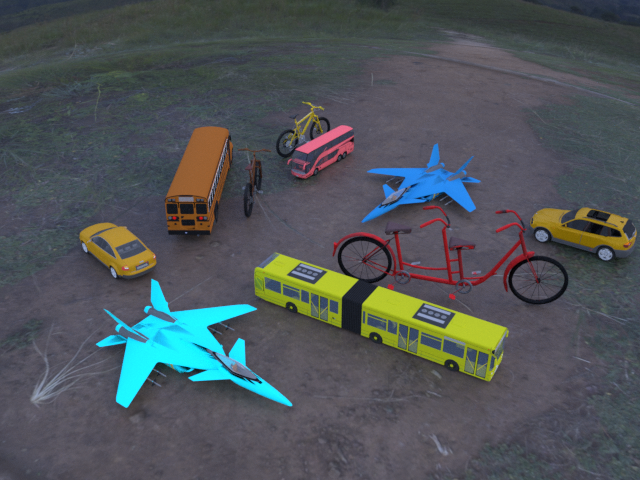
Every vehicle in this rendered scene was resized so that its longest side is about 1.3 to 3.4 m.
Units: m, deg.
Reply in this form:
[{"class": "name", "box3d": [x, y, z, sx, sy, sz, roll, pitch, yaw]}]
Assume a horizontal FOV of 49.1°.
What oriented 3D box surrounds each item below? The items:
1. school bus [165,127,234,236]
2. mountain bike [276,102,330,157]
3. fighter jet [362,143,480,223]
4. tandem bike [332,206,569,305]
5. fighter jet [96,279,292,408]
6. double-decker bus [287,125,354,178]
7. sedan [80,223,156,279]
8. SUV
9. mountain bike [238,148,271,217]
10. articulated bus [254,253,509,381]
[{"class": "school bus", "box3d": [-2.012, -1.153, 12.117, 0.709, 0.844, 3.322, 0, 31, 0]}, {"class": "mountain bike", "box3d": [-0.315, -2.174, 13.788, 0.573, 0.868, 1.469, 27, 40, 37]}, {"class": "fighter jet", "box3d": [1.581, -0.926, 12.019, 2.229, 0.557, 2.640, 26, 40, 36]}, {"class": "tandem bike", "box3d": [1.734, 0.175, 9.448, 3.192, 1.326, 0.550, 7, 32, 11]}, {"class": "fighter jet", "box3d": [-1.384, 1.294, 8.336, 2.640, 0.557, 2.229, 20, 37, 30]}, {"class": "double-decker bus", "box3d": [0.054, -1.666, 13.262, 0.389, 0.541, 1.672, 21, 37, 31]}, {"class": "sedan", "box3d": [-3.044, 0.075, 10.429, 0.635, 0.483, 1.613, -25, 39, -35]}, {"class": "SUV", "box3d": [4.043, -0.189, 10.774, 1.572, 0.580, 0.656, 19, 36, 29]}, {"class": "mountain bike", "box3d": [-1.137, -1.030, 11.890, 0.573, 0.868, 1.469, 3, 31, 5]}, {"class": "articulated bus", "box3d": [0.681, 0.922, 8.950, 3.401, 0.561, 0.605, 17, 35, 26]}]
